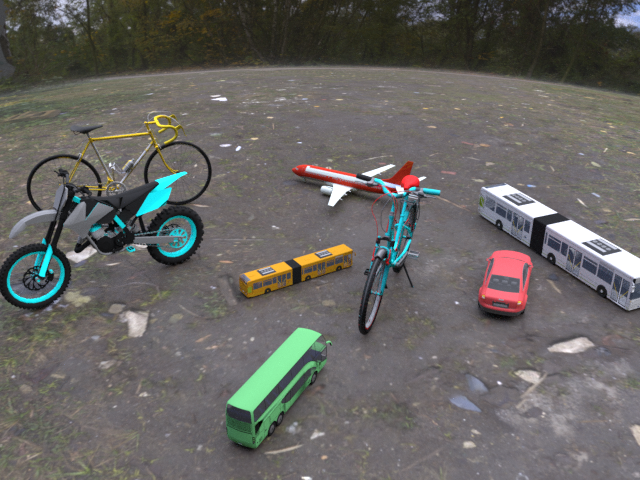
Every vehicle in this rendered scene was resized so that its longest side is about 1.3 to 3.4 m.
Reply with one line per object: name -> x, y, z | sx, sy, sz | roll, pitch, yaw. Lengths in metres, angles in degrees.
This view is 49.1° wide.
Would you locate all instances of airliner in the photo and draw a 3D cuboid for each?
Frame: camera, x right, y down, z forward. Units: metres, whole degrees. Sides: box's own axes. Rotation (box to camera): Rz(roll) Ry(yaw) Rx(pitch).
airliner -> 0.540, -1.234, 12.538 | 2.541, 0.835, 2.257 | 16, 31, 29

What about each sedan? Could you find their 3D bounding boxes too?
sedan -> 2.538, 0.492, 9.499 | 0.635, 0.483, 1.613 | 9, 28, 17

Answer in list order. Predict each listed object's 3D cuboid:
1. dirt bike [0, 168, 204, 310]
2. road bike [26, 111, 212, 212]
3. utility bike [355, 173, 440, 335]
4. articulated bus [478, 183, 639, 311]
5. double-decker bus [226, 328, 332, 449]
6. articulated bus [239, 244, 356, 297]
dirt bike -> -2.875, -0.123, 9.406 | 2.903, 1.666, 1.024 | -19, 33, -33
road bike -> -3.289, -1.212, 11.581 | 3.004, 1.656, 0.697 | -10, 28, -18
utility bike -> 1.047, -0.057, 9.082 | 1.039, 1.839, 2.791 | 9, 28, 17
articulated bus -> 3.547, -0.010, 10.410 | 0.605, 0.561, 3.401 | -11, 29, -21
double-decker bus -> -0.410, 1.500, 7.432 | 0.389, 0.541, 1.672 | 13, 29, 24
articulated bus -> -0.300, 0.422, 9.856 | 1.749, 0.289, 0.311 | -16, 31, -29
